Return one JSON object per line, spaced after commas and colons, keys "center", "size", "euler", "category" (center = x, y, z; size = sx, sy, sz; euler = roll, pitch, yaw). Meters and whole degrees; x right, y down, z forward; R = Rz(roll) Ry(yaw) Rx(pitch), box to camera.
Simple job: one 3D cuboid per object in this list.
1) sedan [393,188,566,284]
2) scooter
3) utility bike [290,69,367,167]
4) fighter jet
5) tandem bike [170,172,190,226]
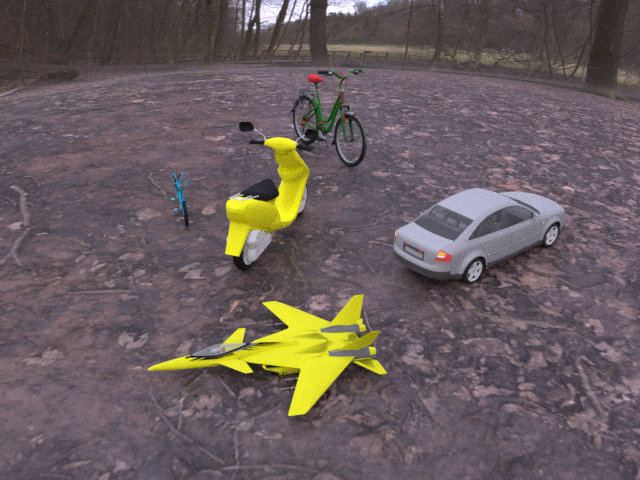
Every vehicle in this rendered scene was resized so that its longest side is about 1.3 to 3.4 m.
{"center": [2.480, -0.252, 10.480], "size": [3.137, 0.940, 1.235], "euler": [-20, 33, -33], "category": "sedan"}
{"center": [-0.736, -0.781, 10.588], "size": [1.288, 1.786, 2.721], "euler": [10, 28, 18], "category": "scooter"}
{"center": [0.212, -2.658, 14.248], "size": [1.039, 1.839, 2.791], "euler": [-16, 31, -29], "category": "utility bike"}
{"center": [-0.649, 1.193, 8.042], "size": [2.640, 0.557, 2.229], "euler": [-5, 27, -10], "category": "fighter jet"}
{"center": [-2.368, -0.814, 11.878], "size": [0.283, 0.682, 1.642], "euler": [-8, 28, -15], "category": "tandem bike"}
